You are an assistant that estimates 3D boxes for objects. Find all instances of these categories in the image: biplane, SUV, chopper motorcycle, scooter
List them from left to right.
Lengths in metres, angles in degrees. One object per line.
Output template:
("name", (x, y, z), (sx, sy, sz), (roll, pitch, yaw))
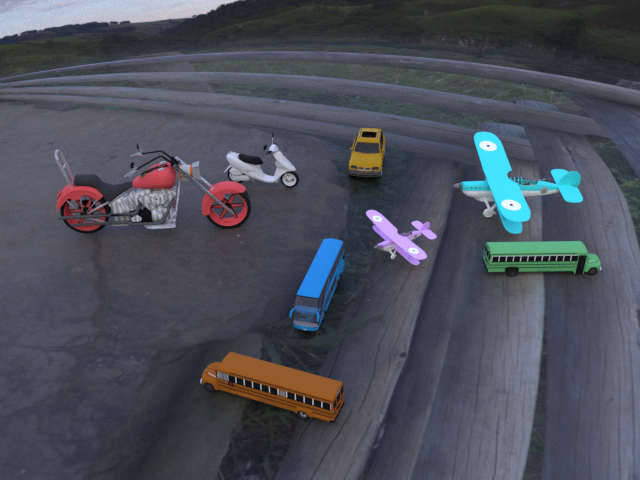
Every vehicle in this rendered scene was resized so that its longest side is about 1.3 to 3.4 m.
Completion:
("chopper motorcycle", (-2.641, -0.800, 11.105), (3.040, 1.480, 0.906), (-4, 31, -6))
("scooter", (-1.070, -1.408, 12.685), (1.399, 0.919, 0.662), (5, 31, 8))
("SUV", (0.925, -1.712, 13.532), (0.656, 0.580, 1.572), (4, 31, 7))
("biplane", (1.276, -0.015, 10.734), (1.090, 0.504, 1.336), (-19, 35, -29))
("biplane", (3.289, -0.865, 11.704), (2.120, 0.981, 2.598), (-1, 31, -1))

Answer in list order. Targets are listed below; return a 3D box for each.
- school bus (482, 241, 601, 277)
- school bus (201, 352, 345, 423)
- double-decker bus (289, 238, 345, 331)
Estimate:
("school bus", (3.294, 0.265, 10.329), (1.708, 0.434, 0.365), (-1, 31, -1))
("school bus", (-0.574, 1.651, 7.983), (1.708, 0.434, 0.365), (12, 32, 19))
("double-decker bus", (0.002, 0.609, 9.643), (0.389, 0.541, 1.672), (7, 31, 12))
